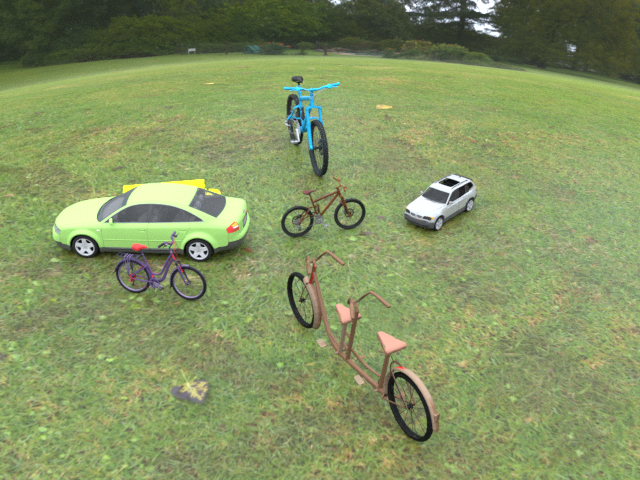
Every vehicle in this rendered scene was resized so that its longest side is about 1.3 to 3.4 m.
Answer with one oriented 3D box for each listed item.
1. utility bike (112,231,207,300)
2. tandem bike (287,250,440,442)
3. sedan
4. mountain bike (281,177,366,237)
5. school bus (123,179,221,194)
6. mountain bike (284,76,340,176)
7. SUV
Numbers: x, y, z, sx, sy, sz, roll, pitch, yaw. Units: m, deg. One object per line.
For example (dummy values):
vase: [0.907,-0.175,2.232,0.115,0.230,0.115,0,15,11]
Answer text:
utility bike: [-2.266,0.354,9.855,1.435,0.946,0.535,6,29,12]
tandem bike: [0.374,1.059,8.164,0.550,1.326,3.192,-16,32,-26]
sedan: [-2.705,-0.367,11.183,3.137,0.940,1.235,2,29,3]
mountain bike: [0.067,-0.504,11.508,1.469,0.868,0.573,-9,30,-16]
school bus: [-2.628,-0.804,12.512,1.708,0.434,0.365,-6,29,-10]
mountain bike: [-0.297,-2.462,14.244,1.114,1.688,2.857,-8,30,-14]
SUV: [2.114,-0.693,12.155,0.656,0.580,1.572,24,36,36]
